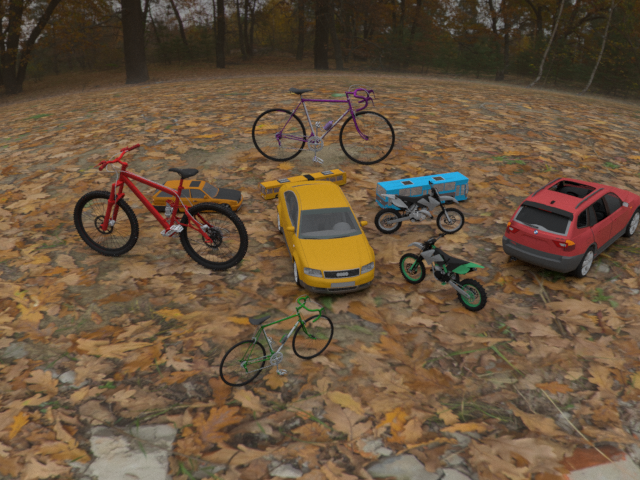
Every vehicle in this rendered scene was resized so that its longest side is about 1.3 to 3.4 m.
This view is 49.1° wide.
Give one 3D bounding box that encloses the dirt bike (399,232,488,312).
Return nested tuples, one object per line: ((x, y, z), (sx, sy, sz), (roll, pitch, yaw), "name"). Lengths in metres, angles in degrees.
((1.681, 0.405, 9.670), (0.527, 0.857, 1.493), (-23, 34, -39), "dirt bike")

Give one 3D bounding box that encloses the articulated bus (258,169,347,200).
((-0.312, -1.073, 13.363), (1.749, 0.289, 0.311), (-13, 29, -24), "articulated bus")

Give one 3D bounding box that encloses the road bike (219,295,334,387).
((-0.475, 1.167, 8.107), (1.545, 0.852, 0.358), (-16, 30, -30), "road bike")

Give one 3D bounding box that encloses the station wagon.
((-2.188, -0.794, 12.577), (1.597, 0.473, 0.682), (1, 26, 1), "station wagon")

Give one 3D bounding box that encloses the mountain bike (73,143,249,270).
((-2.429, -0.422, 10.421), (2.857, 1.688, 1.114), (7, 27, 13), "mountain bike")

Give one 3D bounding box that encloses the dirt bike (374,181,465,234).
((1.647, -0.493, 11.518), (1.493, 0.857, 0.527), (0, 26, 1), "dirt bike")

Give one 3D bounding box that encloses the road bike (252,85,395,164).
((0.056, -2.373, 14.475), (3.004, 1.656, 0.697), (3, 26, 6), "road bike")

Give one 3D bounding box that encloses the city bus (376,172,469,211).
((1.865, -0.865, 12.740), (1.674, 0.460, 0.476), (-9, 27, -18), "city bus")

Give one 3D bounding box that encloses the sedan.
((0.037, -0.224, 10.870), (1.235, 0.940, 3.137), (-5, 26, -9), "sedan")

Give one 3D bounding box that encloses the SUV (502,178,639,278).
((4.055, -0.412, 11.041), (1.276, 1.128, 3.058), (21, 33, 37), "SUV")
